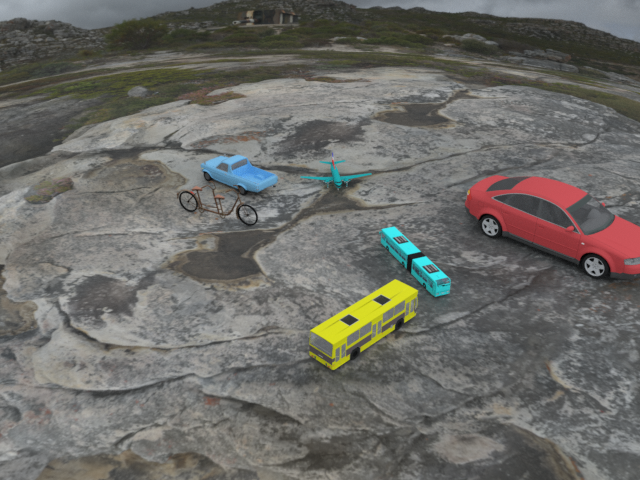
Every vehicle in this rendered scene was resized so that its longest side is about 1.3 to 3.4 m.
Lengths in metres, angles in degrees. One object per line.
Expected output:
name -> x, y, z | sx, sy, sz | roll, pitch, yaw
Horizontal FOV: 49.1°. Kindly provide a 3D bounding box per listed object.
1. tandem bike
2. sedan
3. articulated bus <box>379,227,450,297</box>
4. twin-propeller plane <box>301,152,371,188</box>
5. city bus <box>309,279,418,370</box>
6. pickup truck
tandem bike -> -1.785, -0.676, 12.023 | 1.642, 0.682, 0.283 | 13, 32, 22
sedan -> 3.822, -0.351, 11.196 | 3.137, 0.940, 1.235 | 26, 39, 37
articulated bus -> 1.426, 0.301, 10.711 | 0.311, 0.289, 1.749 | -12, 32, -20
twin-propeller plane -> 0.298, -1.305, 13.399 | 1.370, 0.407, 1.095 | -3, 30, -5
city bus -> 0.599, 1.096, 9.148 | 1.674, 0.460, 0.476 | -26, 39, -38
pickup truck -> -1.553, -1.289, 13.268 | 1.603, 0.511, 0.640 | 23, 37, 34
